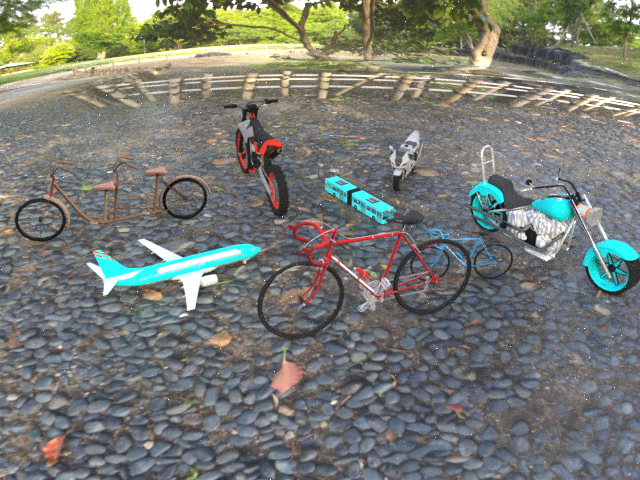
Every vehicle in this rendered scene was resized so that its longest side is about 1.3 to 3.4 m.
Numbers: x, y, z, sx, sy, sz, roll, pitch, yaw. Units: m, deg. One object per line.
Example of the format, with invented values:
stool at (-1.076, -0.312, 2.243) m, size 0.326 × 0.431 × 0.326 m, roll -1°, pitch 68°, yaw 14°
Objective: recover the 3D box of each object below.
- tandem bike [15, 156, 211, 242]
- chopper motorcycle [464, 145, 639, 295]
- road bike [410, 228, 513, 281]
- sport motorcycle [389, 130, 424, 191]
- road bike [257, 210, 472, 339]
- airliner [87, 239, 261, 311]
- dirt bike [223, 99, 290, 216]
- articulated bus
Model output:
tandem bike at (-3.386, -0.758, 11.572) m, size 3.192 × 1.326 × 0.550 m, roll -10°, pitch 30°, yaw -18°
chopper motorcycle at (3.502, -0.356, 10.674) m, size 0.906 × 1.480 × 3.040 m, roll -20°, pitch 35°, yaw -32°
road bike at (2.092, 0.224, 10.266) m, size 1.545 × 0.852 × 0.358 m, roll -2°, pitch 29°, yaw -4°
sport motorcycle at (1.664, -1.547, 13.543) m, size 0.506 × 0.821 × 1.520 m, roll 10°, pitch 30°, yaw 18°
road bike at (0.643, 0.420, 9.068) m, size 3.004 × 1.656 × 0.696 m, roll -9°, pitch 30°, yaw -16°
airliner at (-2.029, 0.233, 10.268) m, size 2.541 × 0.835 × 2.257 m, roll -15°, pitch 32°, yaw -26°
dirt bike at (-1.137, -1.639, 12.831) m, size 1.024 × 1.666 × 2.903 m, roll -11°, pitch 30°, yaw -19°
articulated bus at (0.685, -0.741, 12.622) m, size 0.311 × 0.289 × 1.749 m, roll -18°, pitch 34°, yaw -30°
